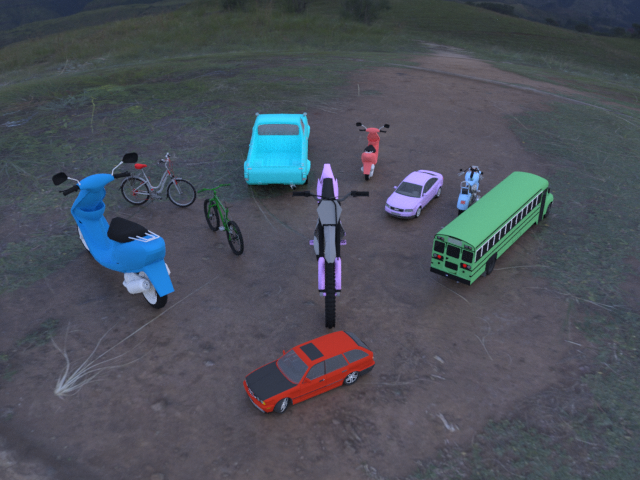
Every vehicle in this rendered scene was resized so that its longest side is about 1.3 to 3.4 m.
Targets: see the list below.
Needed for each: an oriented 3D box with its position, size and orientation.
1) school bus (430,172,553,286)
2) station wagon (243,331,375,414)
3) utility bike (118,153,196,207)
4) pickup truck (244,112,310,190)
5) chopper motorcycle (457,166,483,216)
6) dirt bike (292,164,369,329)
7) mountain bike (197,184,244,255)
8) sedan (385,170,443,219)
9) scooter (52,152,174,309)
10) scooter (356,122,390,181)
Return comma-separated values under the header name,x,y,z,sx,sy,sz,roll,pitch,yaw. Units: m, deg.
name,x,y,z,sx,sy,sz,roll,pitch,yaw
school bus,2.886,-0.316,11.227,0.709,0.844,3.322,21,36,32
station wagon,-0.131,1.526,8.378,1.597,0.473,0.682,-17,34,-27
utility bike,-2.897,-1.058,12.421,1.435,0.946,0.535,3,30,6
pickup truck,-0.812,-1.903,13.850,1.244,0.993,3.117,0,30,0
chopper motorcycle,2.685,-0.979,12.468,0.466,0.761,1.563,10,31,18
dirt bike,0.138,-0.089,10.000,1.024,1.666,2.903,0,30,0
mountain bike,-1.572,-0.359,11.276,0.573,0.868,1.469,-17,34,-27
sedan,1.704,-0.878,12.572,0.635,0.483,1.613,16,34,26
scooter,-2.942,-0.190,10.056,1.288,1.786,2.721,-24,37,-35
scooter,1.003,-1.799,13.743,0.662,0.919,1.399,5,30,9
